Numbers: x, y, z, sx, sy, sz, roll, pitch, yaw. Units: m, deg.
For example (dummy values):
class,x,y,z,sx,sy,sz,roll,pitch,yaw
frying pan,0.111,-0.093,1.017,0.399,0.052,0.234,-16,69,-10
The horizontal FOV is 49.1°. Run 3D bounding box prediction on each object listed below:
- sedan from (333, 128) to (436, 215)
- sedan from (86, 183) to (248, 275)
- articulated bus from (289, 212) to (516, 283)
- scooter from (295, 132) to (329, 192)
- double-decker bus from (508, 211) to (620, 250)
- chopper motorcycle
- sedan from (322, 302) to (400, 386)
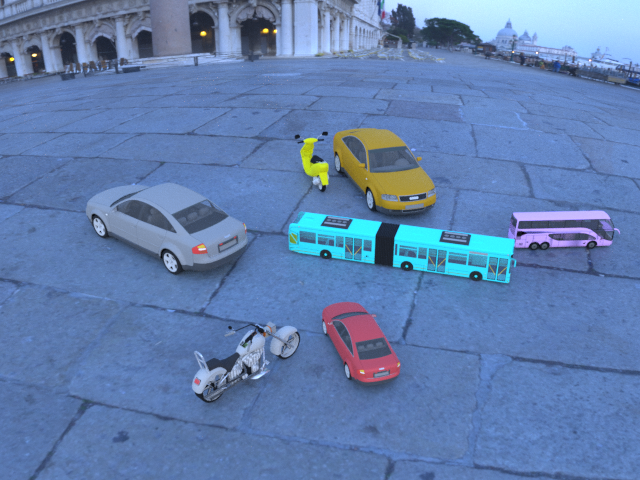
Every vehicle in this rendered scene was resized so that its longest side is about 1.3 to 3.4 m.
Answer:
class,x,y,z,sx,sy,sz,roll,pitch,yaw
sedan,1.148,-1.431,13.035,1.235,0.940,3.137,-8,29,-15
sedan,-2.507,-0.378,11.062,3.137,0.940,1.235,21,35,34
articulated bus,1.207,0.094,10.581,3.401,0.561,0.605,8,29,15
scooter,-0.113,-1.533,13.249,0.662,0.919,1.399,-9,29,-16
double-decker bus,3.849,-0.163,11.085,1.672,0.541,0.389,-1,28,-3
chopper motorcycle,-0.825,1.297,8.114,0.466,0.761,1.563,24,36,38
sedan,0.473,1.179,8.630,0.635,0.483,1.613,-8,29,-15
